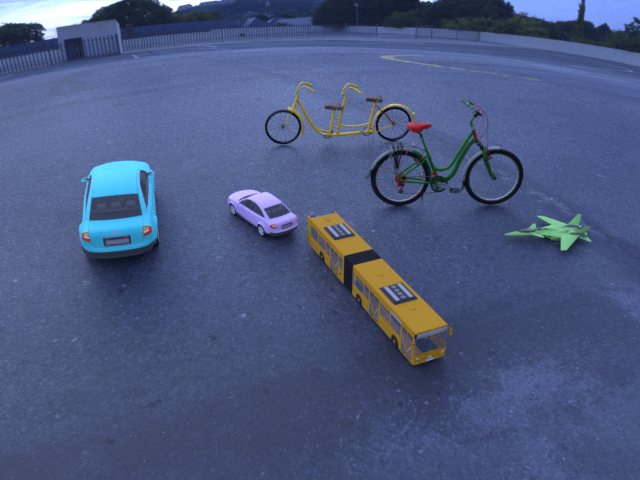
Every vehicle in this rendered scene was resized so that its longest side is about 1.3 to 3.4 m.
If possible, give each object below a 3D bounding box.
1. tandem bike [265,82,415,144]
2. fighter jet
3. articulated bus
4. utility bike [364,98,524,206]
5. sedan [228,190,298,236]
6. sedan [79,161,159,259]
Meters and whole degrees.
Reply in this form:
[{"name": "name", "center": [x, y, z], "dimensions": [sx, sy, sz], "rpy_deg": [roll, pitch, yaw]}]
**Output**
[{"name": "tandem bike", "center": [0.431, -2.657, 14.673], "dimensions": [3.192, 1.326, 0.550], "rpy_deg": [-3, 30, -5]}, {"name": "fighter jet", "center": [3.691, -0.183, 11.458], "dimensions": [1.358, 0.286, 1.147], "rpy_deg": [-2, 30, -3]}, {"name": "articulated bus", "center": [0.691, 0.549, 9.926], "dimensions": [0.605, 0.561, 3.401], "rpy_deg": [-13, 33, -21]}, {"name": "utility bike", "center": [2.170, -1.492, 12.162], "dimensions": [2.791, 1.839, 1.039], "rpy_deg": [-1, 30, -1]}, {"name": "sedan", "center": [-0.999, -0.543, 11.879], "dimensions": [0.635, 0.483, 1.613], "rpy_deg": [-21, 36, -31]}, {"name": "sedan", "center": [-3.360, -0.716, 11.723], "dimensions": [1.235, 0.940, 3.137], "rpy_deg": [-7, 31, -11]}]
